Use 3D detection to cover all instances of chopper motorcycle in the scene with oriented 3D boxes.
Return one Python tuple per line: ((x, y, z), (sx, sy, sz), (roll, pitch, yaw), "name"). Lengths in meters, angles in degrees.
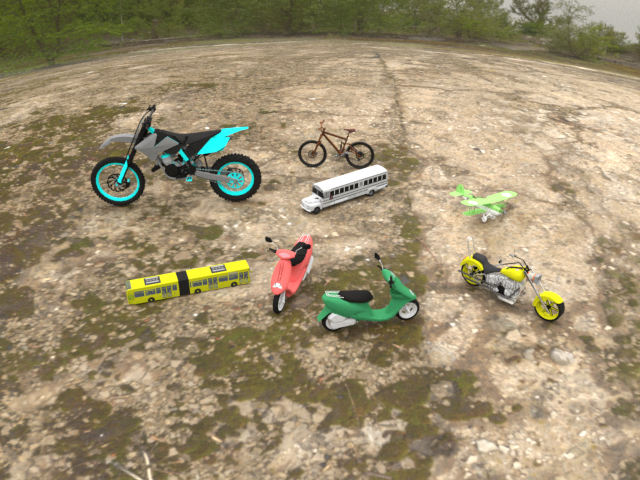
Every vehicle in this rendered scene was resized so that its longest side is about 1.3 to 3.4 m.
((2.612, 0.522, 9.557), (1.563, 0.761, 0.466), (25, 39, 36), "chopper motorcycle")

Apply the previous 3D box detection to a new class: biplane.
((2.710, -0.634, 11.773), (1.336, 0.504, 1.090), (-22, 37, -33), "biplane")

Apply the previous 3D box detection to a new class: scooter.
((-0.383, 0.324, 9.739), (0.662, 0.919, 1.399), (10, 32, 16), "scooter")
((0.648, 0.732, 9.046), (1.399, 0.919, 0.662), (-7, 31, -12), "scooter")

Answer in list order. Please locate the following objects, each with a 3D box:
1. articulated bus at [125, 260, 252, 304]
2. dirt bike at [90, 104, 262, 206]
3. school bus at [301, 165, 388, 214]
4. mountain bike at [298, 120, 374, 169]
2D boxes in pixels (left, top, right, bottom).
((-1.841, 0.593, 9.902), (1.749, 0.289, 0.311), (-10, 32, -16), "articulated bus")
((-2.460, -1.352, 11.849), (2.903, 1.666, 1.024), (-3, 31, -4), "dirt bike")
((0.430, -0.896, 12.288), (1.708, 0.434, 0.365), (-20, 36, -30), "school bus")
((0.309, -1.775, 13.353), (1.469, 0.868, 0.573), (2, 31, 4), "mountain bike")
